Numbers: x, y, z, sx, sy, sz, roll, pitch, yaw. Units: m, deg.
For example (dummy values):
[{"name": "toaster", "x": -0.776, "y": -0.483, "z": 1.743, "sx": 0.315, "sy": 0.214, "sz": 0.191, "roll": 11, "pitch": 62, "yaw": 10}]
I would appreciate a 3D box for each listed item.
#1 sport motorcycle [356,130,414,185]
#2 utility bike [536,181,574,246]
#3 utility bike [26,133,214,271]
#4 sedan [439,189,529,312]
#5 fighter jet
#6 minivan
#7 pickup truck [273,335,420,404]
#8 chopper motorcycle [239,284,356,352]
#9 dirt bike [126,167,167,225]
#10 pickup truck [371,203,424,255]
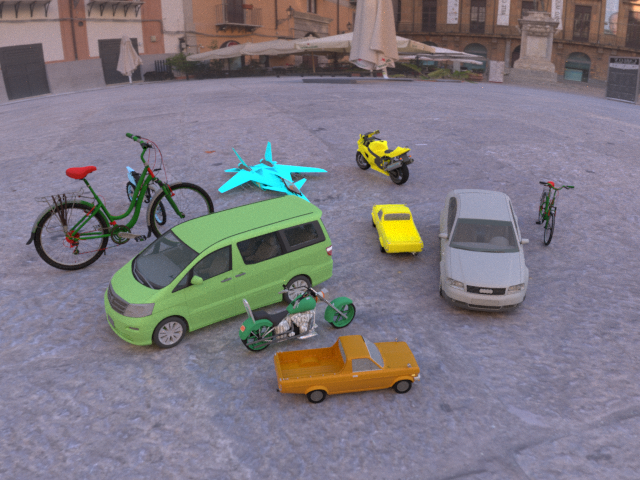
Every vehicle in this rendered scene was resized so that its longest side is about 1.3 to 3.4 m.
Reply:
[{"name": "sport motorcycle", "x": 1.211, "y": -1.621, "z": 13.664, "sx": 0.506, "sy": 0.821, "sz": 1.520, "roll": -18, "pitch": 31, "yaw": -33}, {"name": "utility bike", "x": 3.726, "y": -0.544, "z": 11.272, "sx": 0.535, "sy": 0.946, "sz": 1.435, "roll": 4, "pitch": 26, "yaw": 9}, {"name": "utility bike", "x": -2.959, "y": -0.607, "z": 10.368, "sx": 2.791, "sy": 1.839, "sz": 1.039, "roll": -13, "pitch": 28, "yaw": -25}, {"name": "sedan", "x": 2.353, "y": -0.037, "z": 10.220, "sx": 1.235, "sy": 0.940, "sz": 3.137, "roll": 4, "pitch": 26, "yaw": 8}, {"name": "fighter jet", "x": -0.758, "y": -1.172, "z": 13.033, "sx": 2.229, "sy": 0.557, "sz": 2.640, "roll": -14, "pitch": 29, "yaw": -27}, {"name": "minivan", "x": -1.303, "y": 0.334, "z": 9.146, "sx": 3.011, "sy": 1.197, "sz": 1.324, "roll": -16, "pitch": 30, "yaw": -31}, {"name": "pickup truck", "x": 0.293, "y": 1.379, "z": 7.759, "sx": 1.603, "sy": 0.511, "sz": 0.640, "roll": -4, "pitch": 26, "yaw": -9}, {"name": "chopper motorcycle", "x": -0.253, "y": 0.880, "z": 8.512, "sx": 1.563, "sy": 0.761, "sz": 0.466, "roll": -14, "pitch": 29, "yaw": -26}, {"name": "dirt bike", "x": -2.988, "y": -0.819, "z": 11.949, "sx": 0.527, "sy": 0.857, "sz": 1.493, "roll": -18, "pitch": 31, "yaw": -33}, {"name": "pickup truck", "x": 1.209, "y": -0.229, "z": 11.118, "sx": 0.640, "sy": 0.511, "sz": 1.603, "roll": -2, "pitch": 26, "yaw": -3}]
